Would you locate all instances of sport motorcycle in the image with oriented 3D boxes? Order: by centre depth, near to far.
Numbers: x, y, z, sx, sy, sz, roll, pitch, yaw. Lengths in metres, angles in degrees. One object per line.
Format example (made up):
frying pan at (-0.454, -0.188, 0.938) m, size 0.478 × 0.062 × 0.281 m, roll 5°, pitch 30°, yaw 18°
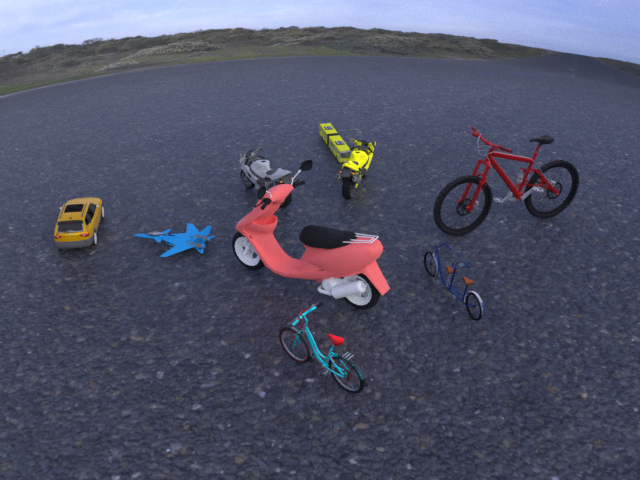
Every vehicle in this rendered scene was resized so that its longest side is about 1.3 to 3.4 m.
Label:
sport motorcycle at (-1.018, -1.161, 12.946) m, size 0.506 × 0.821 × 1.520 m, roll -23°, pitch 37°, yaw -35°
sport motorcycle at (0.701, -1.377, 13.328) m, size 0.506 × 0.821 × 1.520 m, roll 10°, pitch 31°, yaw 17°

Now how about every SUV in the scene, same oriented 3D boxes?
SUV at (-4.065, -0.374, 11.799) m, size 0.656 × 0.580 × 1.572 m, roll -4°, pitch 30°, yaw -7°

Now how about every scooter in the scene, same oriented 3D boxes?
scooter at (-0.220, -0.066, 10.028) m, size 2.721 × 1.786 × 1.288 m, roll 18°, pitch 34°, yaw 28°

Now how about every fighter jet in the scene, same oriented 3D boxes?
fighter jet at (-2.475, -0.082, 11.581) m, size 1.358 × 0.286 × 1.147 m, roll 6°, pitch 30°, yaw 11°

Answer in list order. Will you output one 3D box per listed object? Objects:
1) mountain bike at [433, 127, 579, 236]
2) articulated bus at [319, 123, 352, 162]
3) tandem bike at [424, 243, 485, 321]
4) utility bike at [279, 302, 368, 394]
mountain bike at (3.199, -0.983, 11.751) m, size 2.857 × 1.688 × 1.114 m, roll -11°, pitch 31°, yaw -18°
articulated bus at (0.314, -2.133, 15.205) m, size 0.311 × 0.289 × 1.749 m, roll -7°, pitch 30°, yaw -12°
tandem bike at (1.914, 0.532, 10.092) m, size 0.283 × 0.682 × 1.642 m, roll -11°, pitch 31°, yaw -19°
utility bike at (-0.019, 1.316, 8.439) m, size 1.435 × 0.946 × 0.535 m, roll 24°, pitch 37°, yaw 35°
